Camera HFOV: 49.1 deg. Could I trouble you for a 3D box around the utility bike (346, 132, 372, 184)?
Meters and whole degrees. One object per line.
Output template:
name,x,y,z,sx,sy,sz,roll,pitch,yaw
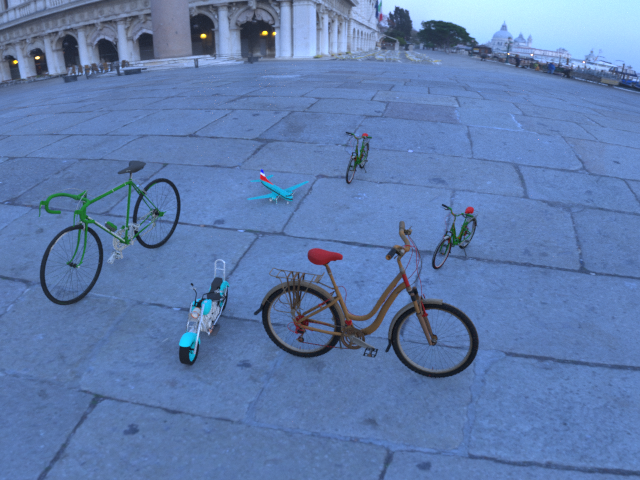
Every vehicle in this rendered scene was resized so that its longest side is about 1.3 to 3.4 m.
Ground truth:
utility bike,0.813,-1.725,13.906,0.535,0.946,1.435,10,30,18

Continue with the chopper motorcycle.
chopper motorcycle,-1.516,0.922,9.173,0.466,0.761,1.563,6,29,10

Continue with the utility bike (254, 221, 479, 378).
utility bike,0.542,0.697,8.453,2.791,1.839,1.039,7,29,13

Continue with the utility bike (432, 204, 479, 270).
utility bike,2.188,-0.125,10.928,0.535,0.946,1.435,20,34,33

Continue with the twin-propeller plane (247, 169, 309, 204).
twin-propeller plane,-0.830,-0.993,13.113,1.370,0.407,1.095,-20,34,-32

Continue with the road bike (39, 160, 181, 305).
road bike,-3.036,-0.254,10.417,0.696,1.656,3.004,14,31,24
